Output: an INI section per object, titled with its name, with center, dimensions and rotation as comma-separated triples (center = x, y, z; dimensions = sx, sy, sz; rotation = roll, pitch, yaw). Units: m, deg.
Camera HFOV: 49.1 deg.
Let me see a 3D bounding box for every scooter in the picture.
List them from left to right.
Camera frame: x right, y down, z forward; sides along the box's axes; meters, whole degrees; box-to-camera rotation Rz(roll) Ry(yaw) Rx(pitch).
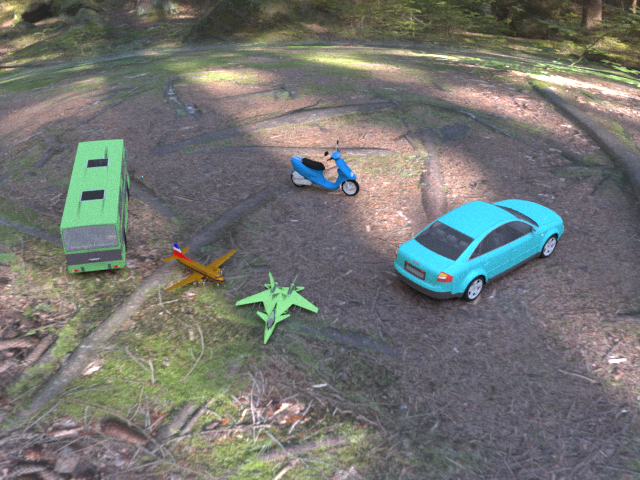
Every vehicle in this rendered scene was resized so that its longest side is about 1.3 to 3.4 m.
[scooter]
center = 0.060, -1.301, 12.668
dimensions = 1.399, 0.919, 0.662
rotation = 12, 32, 19

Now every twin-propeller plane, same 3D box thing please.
[twin-propeller plane]
center = -1.798, 0.374, 10.335
dimensions = 1.095, 0.407, 1.370
rotation = 22, 37, 32

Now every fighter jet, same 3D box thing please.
[fighter jet]
center = -0.613, 0.918, 9.533
dimensions = 1.147, 0.286, 1.358
rotation = 4, 31, 7

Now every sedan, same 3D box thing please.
[sedan]
center = 2.482, -0.052, 10.534
dimensions = 3.137, 0.940, 1.235
rotation = -23, 37, -33

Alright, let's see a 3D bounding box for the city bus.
[city bus]
center = -3.627, -0.619, 11.538
dimensions = 0.926, 0.894, 3.255
rotation = -6, 31, -10
